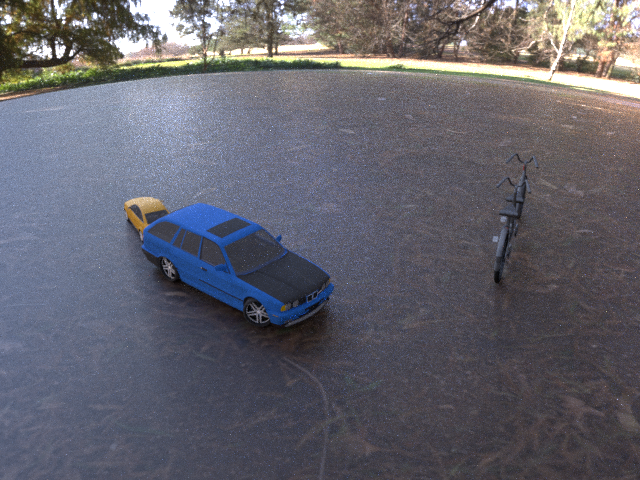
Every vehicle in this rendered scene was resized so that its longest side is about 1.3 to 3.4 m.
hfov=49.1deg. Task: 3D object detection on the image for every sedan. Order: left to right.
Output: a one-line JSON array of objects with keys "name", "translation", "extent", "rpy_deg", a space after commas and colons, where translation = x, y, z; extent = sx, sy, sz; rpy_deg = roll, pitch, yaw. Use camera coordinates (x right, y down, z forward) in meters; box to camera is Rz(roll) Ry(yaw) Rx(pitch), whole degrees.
[{"name": "sedan", "translation": [-2.888, -0.436, 11.875], "extent": [0.635, 0.483, 1.613], "rpy_deg": [-14, 30, -26]}]

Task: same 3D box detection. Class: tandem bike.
[{"name": "tandem bike", "translation": [3.051, -0.476, 11.027], "extent": [0.550, 1.326, 3.192], "rpy_deg": [10, 29, 19]}]

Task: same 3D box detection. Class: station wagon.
[{"name": "station wagon", "translation": [-1.235, 0.241, 10.067], "extent": [3.105, 0.920, 1.327], "rpy_deg": [22, 34, 36]}]
